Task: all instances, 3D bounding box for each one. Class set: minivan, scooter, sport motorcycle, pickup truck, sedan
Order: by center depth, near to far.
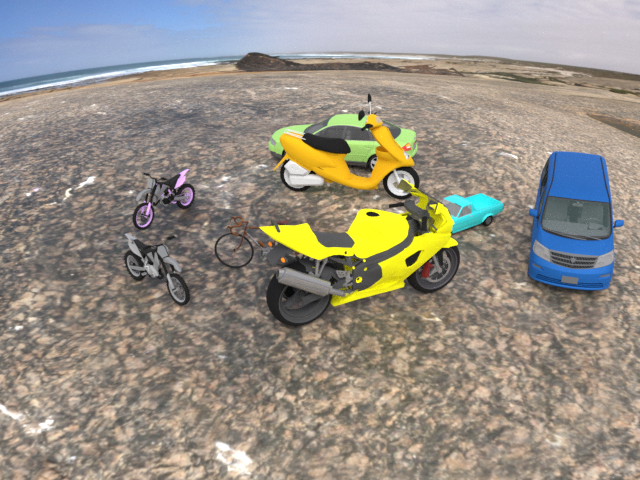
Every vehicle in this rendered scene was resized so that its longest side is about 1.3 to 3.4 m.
[{"bbox_3d":[0.624,0.206,9.276,2.955,1.596,0.983,-11,29,-21],"label":"sport motorcycle"},{"bbox_3d":[3.922,-0.366,10.856,1.324,1.197,3.011,8,28,16],"label":"minivan"},{"bbox_3d":[2.369,-0.471,11.827,1.603,0.511,0.640,-18,32,-31],"label":"pickup truck"},{"bbox_3d":[0.483,-1.650,12.748,2.721,1.786,1.288,5,27,10],"label":"scooter"},{"bbox_3d":[0.460,-2.103,14.587,3.137,0.940,1.235,7,27,13],"label":"sedan"}]

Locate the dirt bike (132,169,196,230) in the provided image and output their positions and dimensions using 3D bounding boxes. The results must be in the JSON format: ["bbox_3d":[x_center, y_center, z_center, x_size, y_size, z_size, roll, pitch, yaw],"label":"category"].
[{"bbox_3d":[-2.669,-0.759,12.012,0.527,0.857,1.493,16,31,29],"label":"dirt bike"}]

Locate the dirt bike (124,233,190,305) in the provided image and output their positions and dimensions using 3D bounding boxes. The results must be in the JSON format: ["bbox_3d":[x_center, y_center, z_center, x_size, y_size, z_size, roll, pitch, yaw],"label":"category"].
[{"bbox_3d":[-2.315,0.349,9.814,1.493,0.857,0.527,23,34,37],"label":"dirt bike"}]

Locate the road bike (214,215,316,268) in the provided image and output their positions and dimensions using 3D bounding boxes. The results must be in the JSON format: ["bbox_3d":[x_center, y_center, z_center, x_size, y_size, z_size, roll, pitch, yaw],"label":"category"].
[{"bbox_3d":[-0.812,0.061,10.392,1.545,0.852,0.358,2,27,4],"label":"road bike"}]
